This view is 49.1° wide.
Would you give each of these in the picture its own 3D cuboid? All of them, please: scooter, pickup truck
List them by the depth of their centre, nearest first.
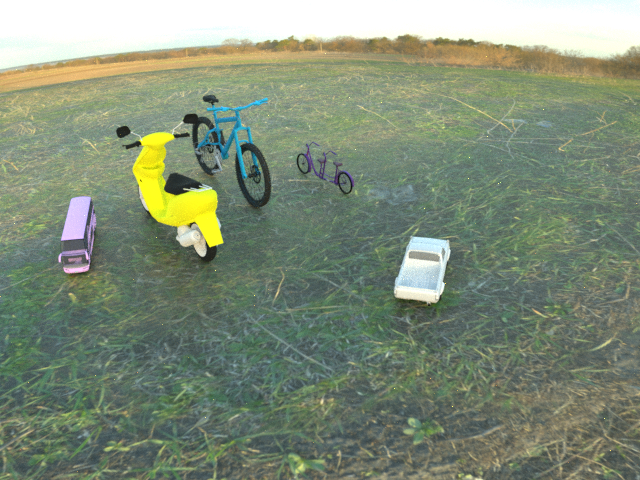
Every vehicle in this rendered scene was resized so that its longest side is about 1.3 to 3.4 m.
[{"bbox_3d":[1.410,0.348,9.522,0.640,0.511,1.603,7,28,13],"label":"pickup truck"},{"bbox_3d":[-2.211,-0.854,10.476,1.288,1.786,2.721,-18,32,-31],"label":"scooter"}]

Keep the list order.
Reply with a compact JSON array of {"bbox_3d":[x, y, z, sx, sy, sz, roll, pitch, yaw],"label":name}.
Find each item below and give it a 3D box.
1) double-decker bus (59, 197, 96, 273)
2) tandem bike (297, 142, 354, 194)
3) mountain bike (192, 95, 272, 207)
[{"bbox_3d":[-3.555,-0.082,10.332,0.389,0.541,1.672,-6,28,-11],"label":"double-decker bus"},{"bbox_3d":[0.072,-1.333,12.632,0.283,0.682,1.642,-20,33,-34],"label":"tandem bike"},{"bbox_3d":[-1.619,-1.678,12.202,1.114,1.688,2.857,-17,31,-29],"label":"mountain bike"}]
